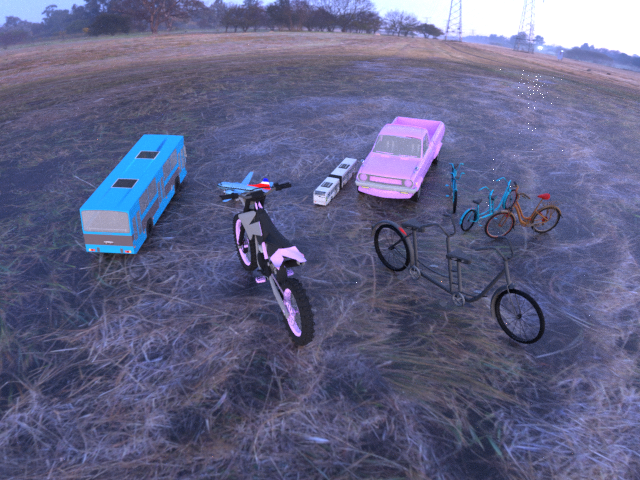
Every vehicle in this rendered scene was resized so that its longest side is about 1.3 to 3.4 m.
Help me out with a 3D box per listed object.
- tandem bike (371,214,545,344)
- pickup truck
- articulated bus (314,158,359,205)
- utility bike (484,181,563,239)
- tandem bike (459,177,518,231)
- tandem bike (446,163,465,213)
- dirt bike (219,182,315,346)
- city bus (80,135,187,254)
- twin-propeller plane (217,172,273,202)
[{"bbox_3d":[1.834,0.309,9.836,0.550,1.326,3.192,-22,36,-34],"label":"tandem bike"},{"bbox_3d":[1.658,-1.775,13.864,1.244,0.993,3.117,10,31,16],"label":"pickup truck"},{"bbox_3d":[0.320,-1.141,13.459,0.311,0.289,1.749,11,31,19],"label":"articulated bus"},{"bbox_3d":[3.430,-0.449,11.565,1.435,0.946,0.535,-7,30,-12],"label":"utility bike"},{"bbox_3d":[2.967,-0.647,12.185,1.642,0.682,0.283,-23,37,-35],"label":"tandem bike"},{"bbox_3d":[2.501,-1.095,12.978,0.283,0.682,1.642,4,30,7],"label":"tandem bike"},{"bbox_3d":[-0.741,0.162,9.750,1.024,1.666,2.903,-13,32,-21],"label":"dirt bike"},{"bbox_3d":[-3.165,-0.856,12.338,0.926,0.894,3.255,3,30,5],"label":"city bus"},{"bbox_3d":[-1.440,-1.025,13.133,1.095,0.407,1.370,8,31,14],"label":"twin-propeller plane"}]
